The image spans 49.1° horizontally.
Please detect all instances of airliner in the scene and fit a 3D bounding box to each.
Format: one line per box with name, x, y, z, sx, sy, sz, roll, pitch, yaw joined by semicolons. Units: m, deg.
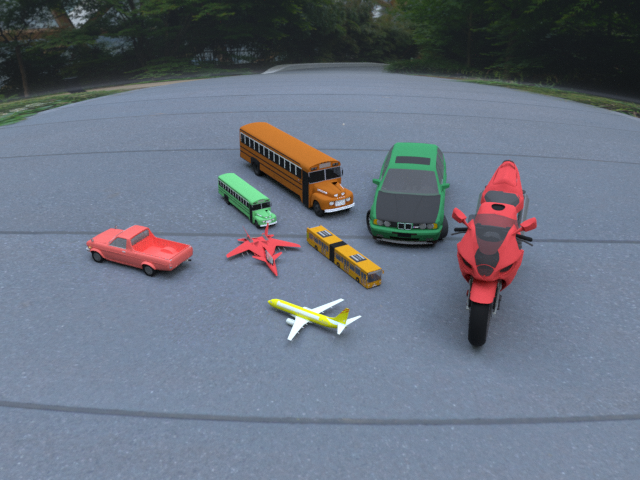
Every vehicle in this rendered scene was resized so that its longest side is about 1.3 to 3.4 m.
airliner;-0.157;0.870;8.883;1.307;0.429;1.161;17;31;31

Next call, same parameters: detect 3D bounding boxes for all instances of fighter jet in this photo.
fighter jet;-0.820;0.148;10.523;1.147;0.286;1.358;-8;27;-16

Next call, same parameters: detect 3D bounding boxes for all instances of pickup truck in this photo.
pickup truck;-2.682;0.104;10.359;1.603;0.511;0.640;12;28;23

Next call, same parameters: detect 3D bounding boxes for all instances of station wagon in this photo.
station wagon;1.558;-0.915;11.977;1.327;0.920;3.105;4;26;9

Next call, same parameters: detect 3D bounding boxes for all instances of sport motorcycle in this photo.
sport motorcycle;2.274;0.084;9.163;0.983;1.596;2.955;8;27;16

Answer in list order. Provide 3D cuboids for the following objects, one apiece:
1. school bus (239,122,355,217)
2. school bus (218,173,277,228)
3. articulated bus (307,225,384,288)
school bus;-0.489;-1.373;13.002;0.709;0.844;3.322;-15;30;-28
school bus;-1.263;-0.690;12.071;0.365;0.434;1.708;-15;30;-27
articulated bus;0.329;0.219;10.376;0.311;0.289;1.749;-14;30;-27
